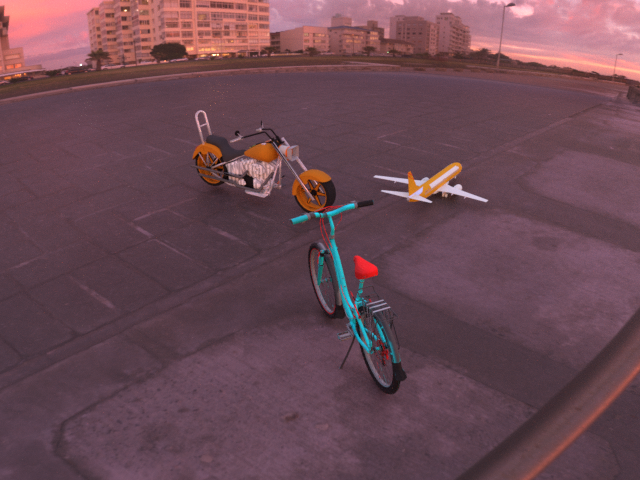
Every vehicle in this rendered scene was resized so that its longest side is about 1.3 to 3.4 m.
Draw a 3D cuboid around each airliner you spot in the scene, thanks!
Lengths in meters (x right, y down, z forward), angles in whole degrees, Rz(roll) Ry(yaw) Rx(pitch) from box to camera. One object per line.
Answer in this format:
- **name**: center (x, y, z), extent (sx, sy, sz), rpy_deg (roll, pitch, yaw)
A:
- **airliner**: center (2.153, -1.228, 13.027), extent (2.257, 0.835, 2.541), rpy_deg (16, 30, 29)

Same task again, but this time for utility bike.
- **utility bike**: center (0.270, 0.564, 8.284), extent (1.039, 1.839, 2.791), rpy_deg (-10, 28, -19)

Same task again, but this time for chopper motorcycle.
- **chopper motorcycle**: center (-1.082, -1.428, 12.704), extent (3.040, 1.480, 0.906), rpy_deg (15, 30, 27)
